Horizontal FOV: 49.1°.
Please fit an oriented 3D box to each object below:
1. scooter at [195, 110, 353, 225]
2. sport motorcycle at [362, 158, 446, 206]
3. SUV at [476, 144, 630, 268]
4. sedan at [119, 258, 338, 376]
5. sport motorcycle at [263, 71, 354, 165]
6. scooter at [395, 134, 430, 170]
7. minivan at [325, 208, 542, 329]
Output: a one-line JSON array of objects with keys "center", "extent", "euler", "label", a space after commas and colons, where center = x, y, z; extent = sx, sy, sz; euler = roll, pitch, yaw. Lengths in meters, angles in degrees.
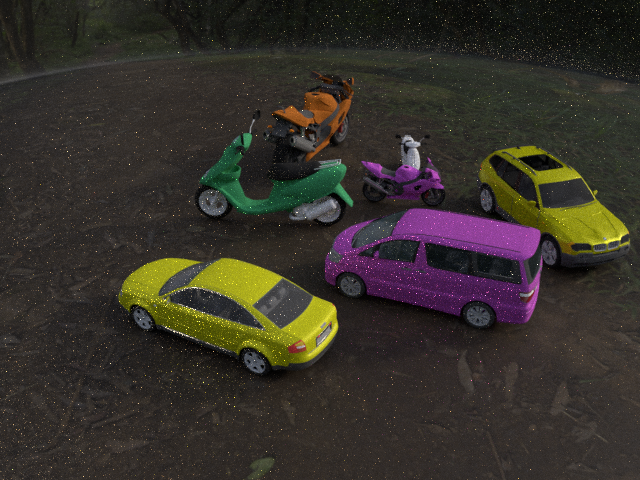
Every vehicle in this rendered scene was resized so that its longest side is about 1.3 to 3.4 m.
[{"center": [-0.802, -1.094, 11.614], "extent": [2.721, 1.786, 1.288], "euler": [4, 30, 6], "label": "scooter"}, {"center": [1.483, -1.018, 12.451], "extent": [1.520, 0.821, 0.506], "euler": [5, 30, 9], "label": "sport motorcycle"}, {"center": [3.745, -0.646, 11.495], "extent": [1.276, 1.128, 3.058], "euler": [-9, 31, -16], "label": "SUV"}, {"center": [-1.278, 0.794, 9.179], "extent": [3.137, 0.940, 1.235], "euler": [15, 33, 25], "label": "sedan"}, {"center": [-0.116, -2.309, 13.919], "extent": [0.983, 1.596, 2.955], "euler": [15, 33, 24], "label": "sport motorcycle"}, {"center": [1.740, -1.658, 13.466], "extent": [0.662, 0.919, 1.399], "euler": [0, 30, 0], "label": "scooter"}, {"center": [1.551, 0.257, 9.856], "extent": [3.011, 1.197, 1.324], "euler": [12, 32, 20], "label": "minivan"}]
